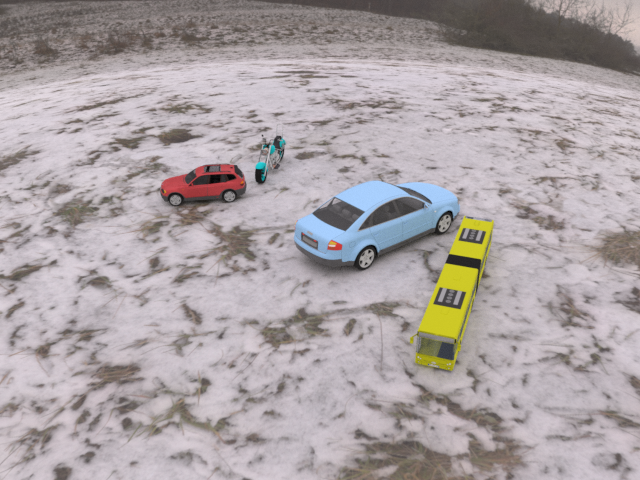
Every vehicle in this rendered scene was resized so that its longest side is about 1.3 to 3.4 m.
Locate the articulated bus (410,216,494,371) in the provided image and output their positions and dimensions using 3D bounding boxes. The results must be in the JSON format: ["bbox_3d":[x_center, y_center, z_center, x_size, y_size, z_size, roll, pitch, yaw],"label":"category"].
[{"bbox_3d":[1.946,0.608,9.812,0.605,0.561,3.401,10,30,17],"label":"articulated bus"}]

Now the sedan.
[{"bbox_3d":[1.006,-0.436,11.338,3.137,0.940,1.235,-22,35,-34],"label":"sedan"}]

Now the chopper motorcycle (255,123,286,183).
[{"bbox_3d":[-0.990,-1.730,13.908,0.466,0.761,1.563,7,29,13],"label":"chopper motorcycle"}]

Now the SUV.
[{"bbox_3d":[-2.139,-1.043,12.833,1.572,0.580,0.656,-4,29,-8],"label":"SUV"}]
